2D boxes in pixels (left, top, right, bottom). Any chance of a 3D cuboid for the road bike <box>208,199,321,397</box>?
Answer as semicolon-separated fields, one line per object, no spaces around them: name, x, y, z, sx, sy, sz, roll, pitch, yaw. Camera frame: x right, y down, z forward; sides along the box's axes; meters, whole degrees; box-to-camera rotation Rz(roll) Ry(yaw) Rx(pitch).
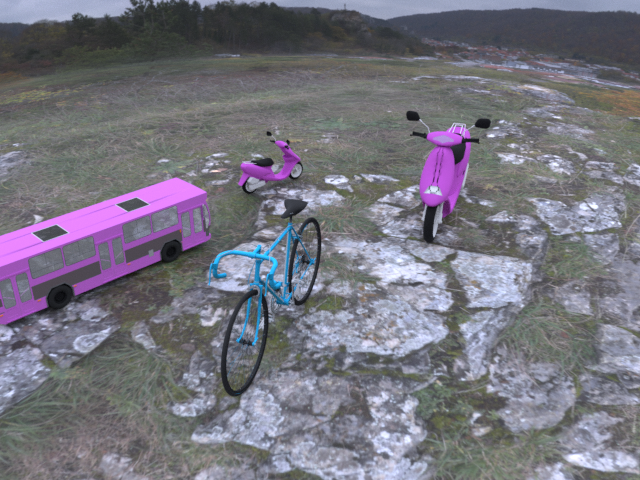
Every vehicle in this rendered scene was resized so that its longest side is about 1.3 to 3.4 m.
road bike;-0.490;0.473;8.174;0.696;1.656;3.004;9;30;17

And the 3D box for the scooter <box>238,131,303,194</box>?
scooter;-0.858;-1.376;12.407;1.399;0.919;0.662;-22;35;-35

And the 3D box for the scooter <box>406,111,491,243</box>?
scooter;2.032;-1.243;11.241;1.288;1.786;2.721;9;30;17

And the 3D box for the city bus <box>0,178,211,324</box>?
city bus;-3.059;0.093;9.690;3.255;0.894;0.926;-25;37;-39
